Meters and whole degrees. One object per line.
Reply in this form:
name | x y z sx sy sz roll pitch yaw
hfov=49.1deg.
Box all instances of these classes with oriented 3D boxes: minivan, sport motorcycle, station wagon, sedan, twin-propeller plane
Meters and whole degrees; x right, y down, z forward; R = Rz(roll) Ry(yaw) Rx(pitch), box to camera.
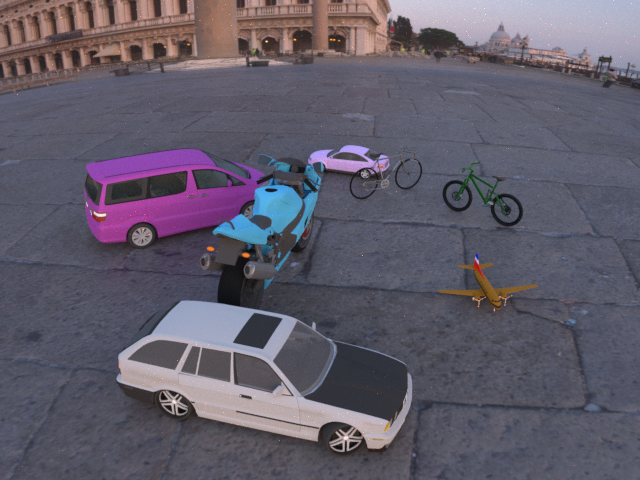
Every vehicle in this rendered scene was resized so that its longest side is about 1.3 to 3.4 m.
minivan | -2.220 -0.797 11.307 3.011 1.197 1.324 -13 30 -24
sport motorcycle | -0.668 -0.113 9.527 0.983 1.596 2.955 9 28 17
station wagon | -0.570 1.339 7.425 3.105 0.920 1.327 8 28 15
sedan | 0.546 -1.572 13.610 1.613 0.483 0.635 10 29 19
twin-propeller plane | 2.250 0.579 9.479 1.370 0.407 1.095 -3 27 -6

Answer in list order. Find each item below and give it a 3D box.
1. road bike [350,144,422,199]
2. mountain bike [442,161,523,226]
road bike | 1.198 -1.215 12.505 1.545 0.852 0.358 -14 30 -25
mountain bike | 2.691 -0.759 11.595 1.469 0.868 0.573 21 33 34
